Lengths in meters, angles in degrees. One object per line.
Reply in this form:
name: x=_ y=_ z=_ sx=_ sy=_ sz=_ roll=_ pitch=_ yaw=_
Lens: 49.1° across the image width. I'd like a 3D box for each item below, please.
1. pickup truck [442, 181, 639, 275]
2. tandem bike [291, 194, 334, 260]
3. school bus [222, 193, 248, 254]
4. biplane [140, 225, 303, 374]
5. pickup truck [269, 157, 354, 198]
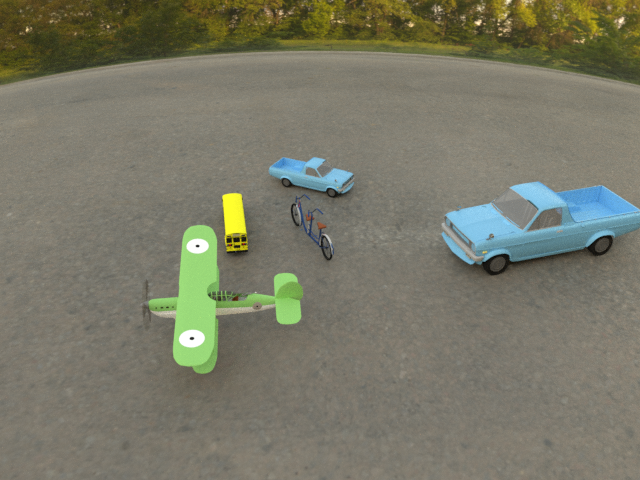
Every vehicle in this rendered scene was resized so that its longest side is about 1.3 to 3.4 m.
pickup truck: x=3.545 y=-0.334 z=11.162 sx=3.117 sy=0.993 sz=1.244 roll=-9 pitch=32 yaw=-16
tandem bike: x=-0.146 y=-0.264 z=11.350 sx=0.283 sy=0.682 sz=1.642 roll=-13 pitch=33 yaw=-21
school bus: x=-1.435 y=-0.336 z=11.720 sx=0.365 sy=0.434 sz=1.708 roll=-4 pitch=31 yaw=-8
biplane: x=-1.275 y=0.845 z=9.152 sx=2.120 sy=0.981 sz=2.598 roll=-3 pitch=30 yaw=-5
pickup truck: x=-0.161 y=-1.264 z=13.234 sx=1.603 sy=0.511 sz=0.640 roll=14 pitch=33 yaw=23
